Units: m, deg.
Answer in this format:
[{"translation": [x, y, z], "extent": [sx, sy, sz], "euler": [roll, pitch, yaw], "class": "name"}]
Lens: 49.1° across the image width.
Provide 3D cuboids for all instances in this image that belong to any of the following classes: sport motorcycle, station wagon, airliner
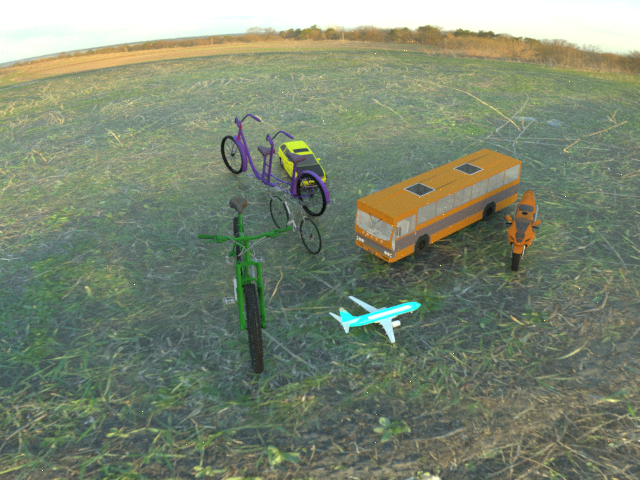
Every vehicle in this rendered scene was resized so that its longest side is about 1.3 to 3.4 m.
[{"translation": [3.152, -0.161, 10.916], "extent": [0.506, 0.821, 1.520], "euler": [10, 31, 17], "class": "sport motorcycle"}, {"translation": [-0.360, -1.521, 13.666], "extent": [0.682, 0.473, 1.597], "euler": [-9, 31, -15], "class": "station wagon"}, {"translation": [0.810, 0.932, 9.383], "extent": [1.307, 0.429, 1.161], "euler": [-14, 32, -23], "class": "airliner"}]

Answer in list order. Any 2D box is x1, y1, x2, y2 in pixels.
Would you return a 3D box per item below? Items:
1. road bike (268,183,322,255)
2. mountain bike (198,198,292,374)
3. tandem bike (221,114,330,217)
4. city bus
[{"translation": [-0.414, -0.363, 11.239], "extent": [0.358, 0.852, 1.545], "euler": [-18, 34, -29], "class": "road bike"}, {"translation": [-0.972, 0.380, 9.082], "extent": [1.114, 1.688, 2.857], "euler": [-5, 30, -9], "class": "mountain bike"}, {"translation": [-0.901, -1.430, 12.643], "extent": [0.550, 1.326, 3.192], "euler": [-23, 37, -35], "class": "tandem bike"}, {"translation": [2.021, -0.605, 11.624], "extent": [3.255, 0.894, 0.926], "euler": [-23, 37, -35], "class": "city bus"}]
